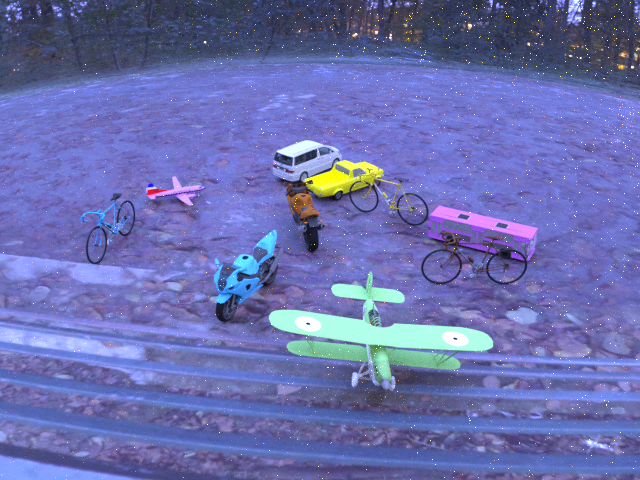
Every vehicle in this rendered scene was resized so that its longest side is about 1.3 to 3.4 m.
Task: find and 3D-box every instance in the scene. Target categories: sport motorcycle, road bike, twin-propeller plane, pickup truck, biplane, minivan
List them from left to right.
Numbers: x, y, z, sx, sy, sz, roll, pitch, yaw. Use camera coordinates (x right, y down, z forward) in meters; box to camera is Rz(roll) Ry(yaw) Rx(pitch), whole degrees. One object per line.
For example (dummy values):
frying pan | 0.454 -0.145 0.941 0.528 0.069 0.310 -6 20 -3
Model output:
road bike | -3.327 -0.252 11.134 0.358 0.852 1.545 7 29 12
twin-propeller plane | -2.625 -0.922 12.827 1.095 0.407 1.370 -12 31 -20
sport motorcycle | -1.010 0.495 9.798 0.506 0.821 1.520 14 32 24
sport motorcycle | -0.264 -0.437 11.506 0.506 0.821 1.520 -7 29 -12
minivan | -0.226 -1.632 13.912 0.681 0.616 1.548 24 37 36
pickup truck | 0.456 -1.180 13.192 1.603 0.511 0.640 -21 35 -33
biplane | 0.709 1.128 8.469 2.598 0.981 2.120 -1 29 -2
road bike | 1.170 -0.754 12.055 1.545 0.852 0.358 17 33 28
road bike | 2.250 0.280 10.159 1.545 0.852 0.358 0 29 0

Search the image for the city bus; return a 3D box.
city bus | 2.597 -0.097 11.260 1.674 0.460 0.476 15 32 26
